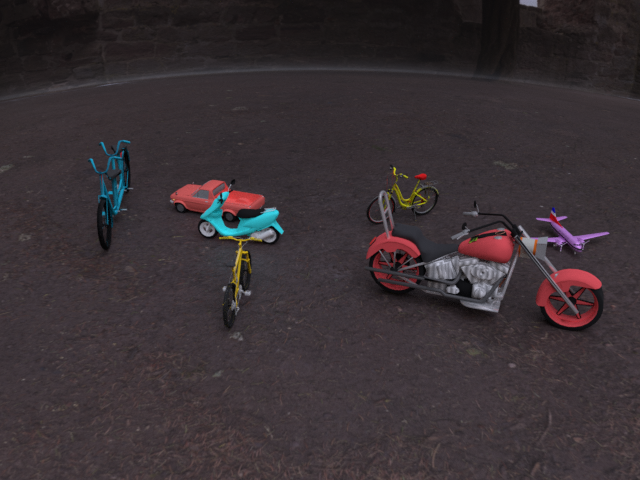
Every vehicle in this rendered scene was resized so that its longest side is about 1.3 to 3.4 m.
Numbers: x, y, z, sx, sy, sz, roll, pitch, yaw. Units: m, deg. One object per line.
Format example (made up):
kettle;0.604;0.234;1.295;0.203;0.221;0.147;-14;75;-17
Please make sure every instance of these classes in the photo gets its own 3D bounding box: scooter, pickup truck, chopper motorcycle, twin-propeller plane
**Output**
scooter;-1.258;-0.396;10.873;1.399;0.919;0.662;5;27;11
pickup truck;-1.761;-0.713;11.973;1.603;0.511;0.640;10;28;20
chopper motorcycle;2.067;0.250;8.939;3.040;1.480;0.906;9;28;18
twin-propeller plane;3.823;-0.136;10.926;1.370;0.407;1.095;-4;27;-8

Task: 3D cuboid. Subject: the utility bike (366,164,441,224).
utility bike;1.432;-0.747;11.551;1.435;0.946;0.535;-12;29;-23

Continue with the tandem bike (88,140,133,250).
tandem bike;-3.424;-1.005;11.645;0.550;1.326;3.192;-3;27;-6

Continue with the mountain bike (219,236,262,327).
mountain bike;-1.075;0.482;9.158;0.573;0.868;1.469;3;27;6
